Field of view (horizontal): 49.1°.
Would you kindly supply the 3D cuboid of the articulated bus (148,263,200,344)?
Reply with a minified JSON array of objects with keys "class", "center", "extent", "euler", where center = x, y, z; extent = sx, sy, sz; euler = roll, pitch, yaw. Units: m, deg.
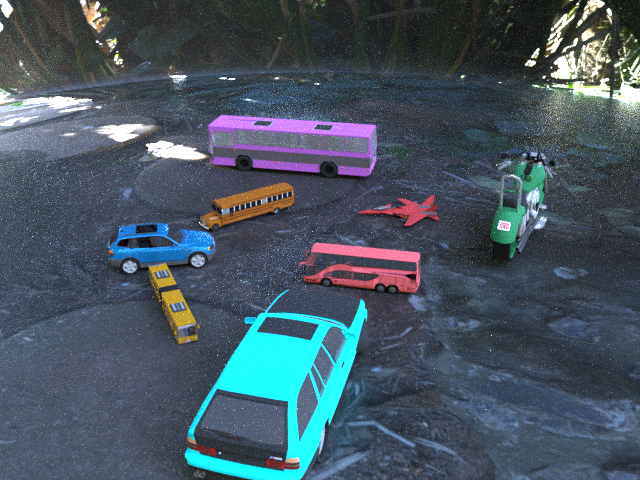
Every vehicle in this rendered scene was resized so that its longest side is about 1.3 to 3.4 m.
[{"class":"articulated bus","center":[-1.945,0.793,9.163],"extent":[0.311,0.289,1.749],"euler":[-11,28,-21]}]

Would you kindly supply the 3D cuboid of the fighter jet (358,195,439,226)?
[{"class":"fighter jet","center":[1.320,-0.550,11.921],"extent":[1.358,0.286,1.147],"euler":[0,26,0]}]

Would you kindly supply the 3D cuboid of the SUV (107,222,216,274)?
[{"class":"SUV","center":[-2.338,0.067,10.320],"extent":[1.572,0.580,0.656],"euler":[-5,26,-10]}]

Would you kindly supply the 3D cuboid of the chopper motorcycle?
[{"class":"chopper motorcycle","center":[3.227,-0.762,10.994],"extent":[0.906,1.480,3.040],"euler":[12,28,23]}]

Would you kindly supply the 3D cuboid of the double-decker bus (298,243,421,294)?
[{"class":"double-decker bus","center":[0.550,0.384,9.715],"extent":[1.672,0.541,0.389],"euler":[6,27,11]}]

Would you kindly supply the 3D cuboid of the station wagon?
[{"class":"station wagon","center":[-0.308,1.276,7.453],"extent":[1.327,0.920,3.105],"euler":[7,27,14]}]

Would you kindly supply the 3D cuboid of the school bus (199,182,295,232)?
[{"class":"school bus","center":[-1.226,-0.566,11.785],"extent":[1.708,0.434,0.365],"euler":[-18,31,-32]}]

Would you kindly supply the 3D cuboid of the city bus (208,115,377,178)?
[{"class":"city bus","center":[-0.541,-1.844,13.883],"extent":[3.255,0.894,0.926],"euler":[6,27,11]}]
